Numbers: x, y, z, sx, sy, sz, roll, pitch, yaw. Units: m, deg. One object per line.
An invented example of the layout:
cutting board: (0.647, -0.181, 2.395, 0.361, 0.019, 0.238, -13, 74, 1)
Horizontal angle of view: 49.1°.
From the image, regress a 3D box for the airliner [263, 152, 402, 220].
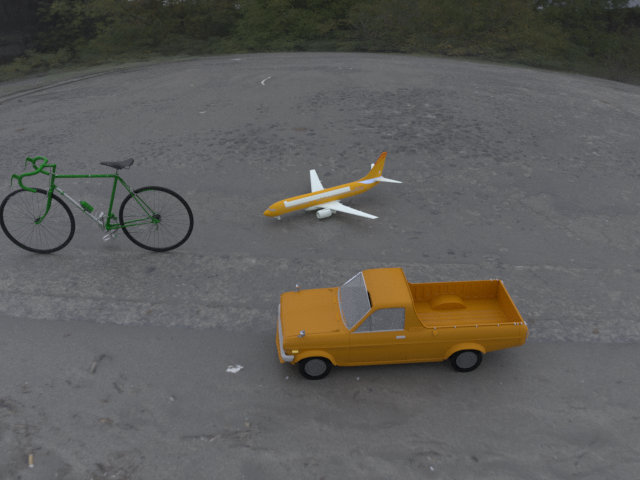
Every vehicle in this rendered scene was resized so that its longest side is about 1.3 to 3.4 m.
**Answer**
airliner: (0.144, -0.948, 12.386, 2.541, 0.835, 2.257, -15, 33, -25)

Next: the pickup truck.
pickup truck: (0.989, 0.959, 8.885, 3.117, 0.993, 1.244, -2, 30, -4)

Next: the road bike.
road bike: (-3.482, -0.519, 10.806, 3.004, 1.656, 0.697, -1, 30, -2)
